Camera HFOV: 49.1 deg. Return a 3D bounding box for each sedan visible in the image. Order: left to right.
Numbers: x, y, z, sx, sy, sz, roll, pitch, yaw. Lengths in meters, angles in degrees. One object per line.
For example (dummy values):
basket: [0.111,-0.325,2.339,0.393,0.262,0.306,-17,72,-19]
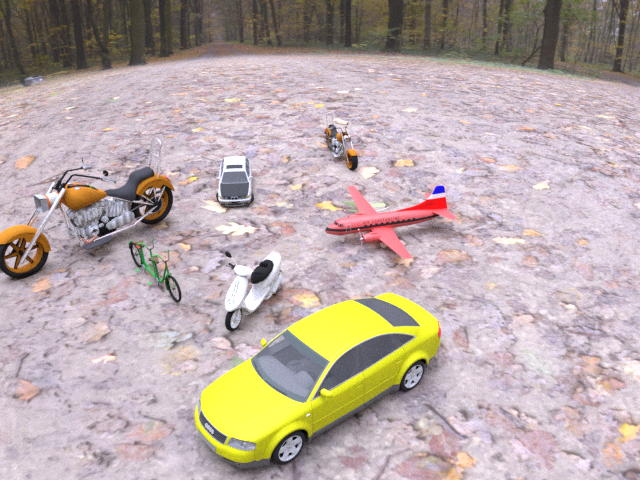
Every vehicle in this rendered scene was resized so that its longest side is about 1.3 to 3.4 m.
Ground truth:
sedan: [0.049,1.404,7.913,3.137,0.940,1.235,-22,36,-34]

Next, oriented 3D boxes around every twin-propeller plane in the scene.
twin-propeller plane: [1.098,-0.417,11.365,2.129,0.792,2.663,-8,30,-14]

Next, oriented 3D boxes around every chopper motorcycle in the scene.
chopper motorcycle: [-3.606,-0.534,10.864,0.906,1.480,3.040,26,38,38]
chopper motorcycle: [0.427,-2.028,14.314,0.466,0.761,1.563,-10,30,-17]

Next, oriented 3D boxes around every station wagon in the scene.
station wagon: [-1.575,-1.133,12.989,0.682,0.473,1.597,-3,29,-5]

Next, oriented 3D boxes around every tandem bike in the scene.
tandem bike: [-2.418,0.325,10.135,0.283,0.682,1.642,-21,35,-32]

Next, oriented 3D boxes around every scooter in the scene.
scooter: [-0.892,0.552,9.478,0.662,0.919,1.399,14,32,24]
